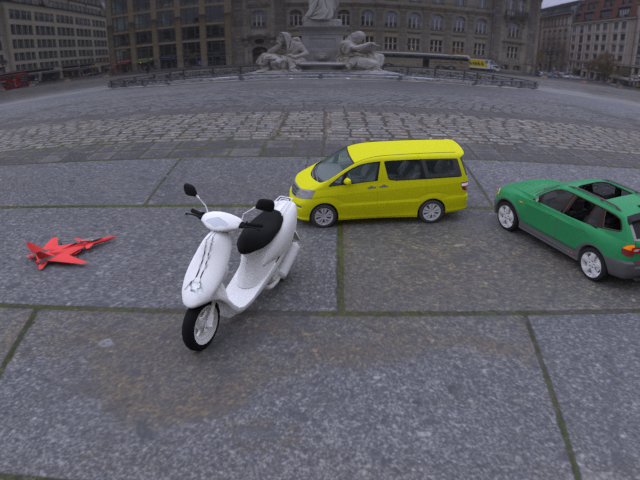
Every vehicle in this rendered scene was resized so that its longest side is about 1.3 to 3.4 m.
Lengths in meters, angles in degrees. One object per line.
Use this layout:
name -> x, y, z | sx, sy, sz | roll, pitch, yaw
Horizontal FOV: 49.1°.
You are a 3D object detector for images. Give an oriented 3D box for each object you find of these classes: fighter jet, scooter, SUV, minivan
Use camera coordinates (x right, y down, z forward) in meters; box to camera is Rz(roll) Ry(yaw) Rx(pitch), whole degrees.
fighter jet -> -3.783, 0.060, 10.804 | 1.358, 0.286, 1.147 | -20, 32, -36
scooter -> -0.974, 0.100, 8.998 | 1.288, 1.786, 2.721 | 12, 28, 24
SUV -> 4.017, -0.395, 10.778 | 1.276, 1.128, 3.058 | -12, 28, -23
minivan -> 0.976, -1.020, 11.991 | 3.011, 1.197, 1.324 | -3, 26, -5
